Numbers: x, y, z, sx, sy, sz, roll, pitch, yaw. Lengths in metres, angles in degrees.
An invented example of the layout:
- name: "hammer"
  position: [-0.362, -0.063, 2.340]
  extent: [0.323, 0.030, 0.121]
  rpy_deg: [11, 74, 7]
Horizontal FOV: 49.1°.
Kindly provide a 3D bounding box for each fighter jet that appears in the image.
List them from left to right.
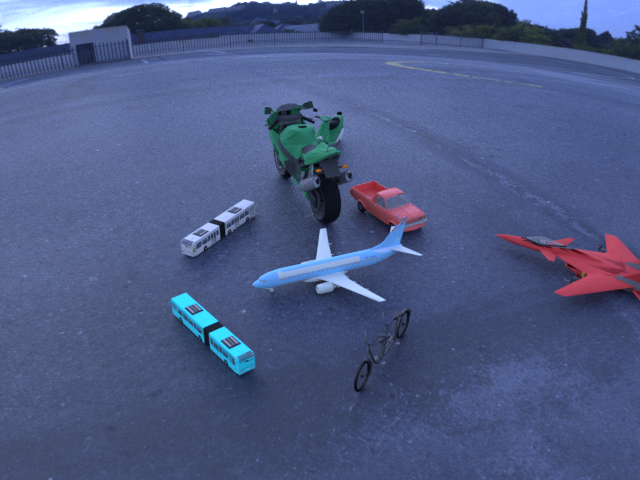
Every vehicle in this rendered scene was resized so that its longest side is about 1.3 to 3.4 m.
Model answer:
- name: "fighter jet"
  position: [3.976, 0.169, 10.886]
  extent: [2.640, 0.557, 2.229]
  rpy_deg: [21, 36, 32]

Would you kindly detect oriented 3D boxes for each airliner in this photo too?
- name: "airliner"
  position: [0.197, 0.225, 10.506]
  extent: [2.541, 0.835, 2.257]
  rpy_deg: [-11, 32, -19]

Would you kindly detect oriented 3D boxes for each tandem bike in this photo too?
- name: "tandem bike"
  position: [0.819, 1.258, 8.851]
  extent: [0.283, 0.682, 1.642]
  rpy_deg: [16, 33, 25]

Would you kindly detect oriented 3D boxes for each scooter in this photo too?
- name: "scooter"
  position: [0.215, -2.402, 15.028]
  extent: [0.662, 0.919, 1.399]
  rpy_deg: [12, 32, 19]

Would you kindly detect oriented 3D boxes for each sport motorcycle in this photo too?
- name: "sport motorcycle"
  position: [-0.293, -1.478, 12.724]
  extent: [0.983, 1.596, 2.955]
  rpy_deg: [-12, 32, -19]

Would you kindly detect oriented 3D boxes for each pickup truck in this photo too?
- name: "pickup truck"
  position: [1.186, -0.653, 12.373]
  extent: [0.640, 0.511, 1.603]
  rpy_deg: [-17, 34, -27]

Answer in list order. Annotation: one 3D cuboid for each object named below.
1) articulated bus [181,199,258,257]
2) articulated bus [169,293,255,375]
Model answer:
- name: "articulated bus"
  position: [-1.683, -0.223, 11.844]
  extent: [0.311, 0.289, 1.749]
  rpy_deg: [16, 34, 26]
- name: "articulated bus"
  position: [-1.454, 1.217, 9.319]
  extent: [0.311, 0.289, 1.749]
  rpy_deg: [-22, 36, -33]
